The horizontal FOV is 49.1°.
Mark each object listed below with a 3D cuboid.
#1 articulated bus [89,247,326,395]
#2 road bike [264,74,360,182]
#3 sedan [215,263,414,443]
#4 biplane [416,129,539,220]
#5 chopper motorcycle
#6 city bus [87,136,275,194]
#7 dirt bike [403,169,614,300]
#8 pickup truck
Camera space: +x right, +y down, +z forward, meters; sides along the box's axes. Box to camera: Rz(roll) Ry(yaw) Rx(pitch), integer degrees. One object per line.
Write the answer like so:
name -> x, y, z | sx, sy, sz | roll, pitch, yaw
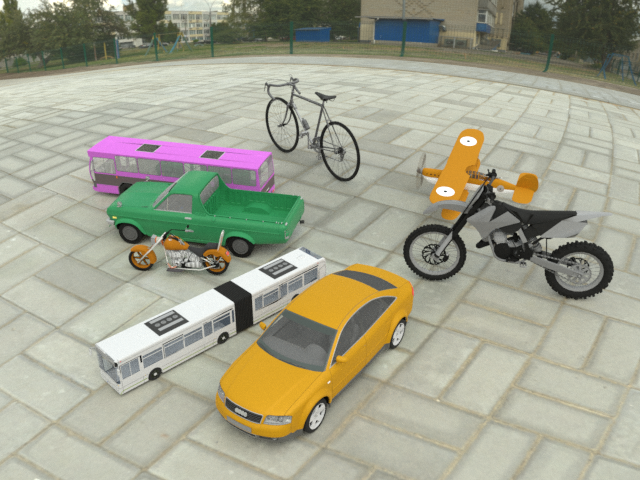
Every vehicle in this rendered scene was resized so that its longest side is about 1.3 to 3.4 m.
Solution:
articulated bus -> -1.291, 0.952, 9.148 | 3.401, 0.561, 0.605 | -25, 38, -37
road bike -> -0.209, -2.233, 13.701 | 0.696, 1.656, 3.004 | -21, 36, -33
sedan -> 0.027, 1.153, 8.403 | 1.235, 0.940, 3.137 | 19, 34, 30
biplane -> 2.700, -1.007, 12.208 | 2.120, 0.981, 2.598 | 11, 31, 19
chopper motorcycle -> -2.093, 0.147, 10.376 | 1.563, 0.761, 0.466 | 4, 30, 7
city bus -> -2.488, -1.183, 12.609 | 3.255, 0.894, 0.926 | 7, 30, 13
dirt bike -> 2.623, -0.014, 9.739 | 2.903, 1.666, 1.024 | 7, 30, 12
pickup truck -> -1.846, -0.516, 11.320 | 3.117, 0.993, 1.244 | 7, 30, 12
